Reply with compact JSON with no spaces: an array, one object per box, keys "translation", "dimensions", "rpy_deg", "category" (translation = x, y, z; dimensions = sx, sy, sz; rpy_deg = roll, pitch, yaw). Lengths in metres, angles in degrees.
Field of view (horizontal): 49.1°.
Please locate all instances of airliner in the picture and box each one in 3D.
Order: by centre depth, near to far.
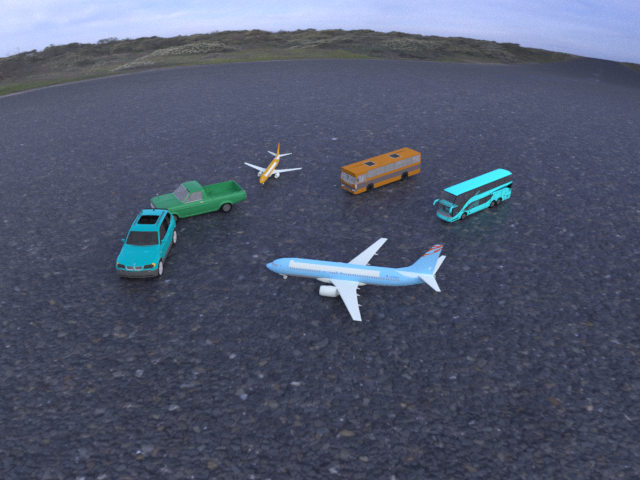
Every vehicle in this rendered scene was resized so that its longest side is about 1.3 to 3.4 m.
[{"translation":[0.453,0.305,9.821],"dimensions":[2.541,0.835,2.257],"rpy_deg":[6,29,12],"category":"airliner"},{"translation":[-0.956,-1.471,13.525],"dimensions":[1.161,0.429,1.307],"rpy_deg":[7,29,12],"category":"airliner"}]

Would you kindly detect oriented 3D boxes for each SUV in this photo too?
[{"translation":[-2.619,0.020,10.616],"dimensions":[0.656,0.580,1.572],"rpy_deg":[1,28,2],"category":"SUV"}]

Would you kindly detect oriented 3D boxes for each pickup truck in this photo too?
[{"translation":[-2.097,-0.729,12.071],"dimensions":[1.603,0.511,0.640],"rpy_deg":[-14,32,-24],"category":"pickup truck"}]

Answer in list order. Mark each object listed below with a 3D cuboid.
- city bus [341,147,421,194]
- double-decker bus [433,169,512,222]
[{"translation":[1.157,-1.293,13.166],"dimensions":[1.674,0.460,0.476],"rpy_deg":[-20,35,-33],"category":"city bus"},{"translation":[2.674,-0.767,12.109],"dimensions":[1.672,0.541,0.389],"rpy_deg":[-21,35,-33],"category":"double-decker bus"}]
